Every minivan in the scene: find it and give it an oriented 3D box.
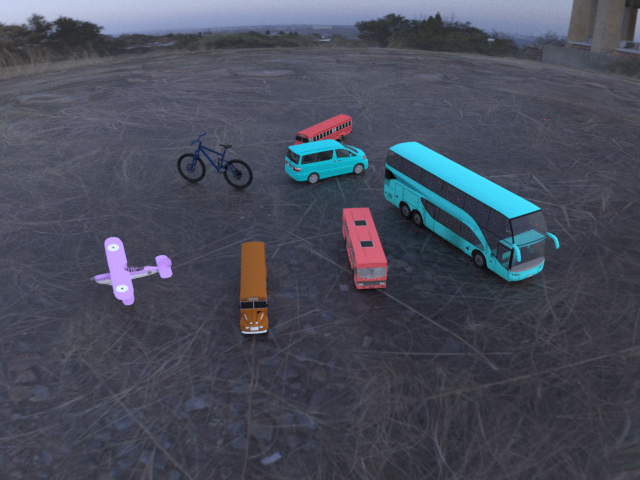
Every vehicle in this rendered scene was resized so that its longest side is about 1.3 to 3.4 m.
[{"bbox_3d":[0.142,-1.502,12.898,1.548,0.616,0.681,-14,32,-23],"label":"minivan"}]

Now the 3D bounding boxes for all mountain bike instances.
[{"bbox_3d":[-1.880,-1.366,12.400,1.469,0.868,0.573,9,31,15],"label":"mountain bike"}]

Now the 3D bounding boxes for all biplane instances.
[{"bbox_3d":[-2.561,0.461,9.529,1.090,0.504,1.336,-10,31,-18],"label":"biplane"}]

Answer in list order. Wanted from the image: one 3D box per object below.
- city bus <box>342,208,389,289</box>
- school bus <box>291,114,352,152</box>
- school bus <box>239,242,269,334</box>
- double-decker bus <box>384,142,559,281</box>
[{"bbox_3d":[0.628,0.106,10.204,0.476,0.460,1.674,-3,30,-5],"label":"city bus"},{"bbox_3d":[0.009,-2.105,14.153,0.365,0.434,1.708,21,36,33],"label":"school bus"},{"bbox_3d":[-0.882,0.618,9.321,0.365,0.434,1.708,-2,29,-4],"label":"school bus"},{"bbox_3d":[2.140,-0.488,10.655,0.756,1.052,3.251,-16,33,-26],"label":"double-decker bus"}]
